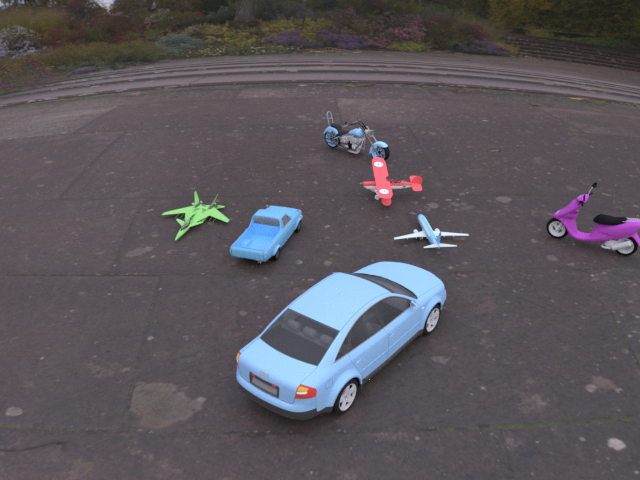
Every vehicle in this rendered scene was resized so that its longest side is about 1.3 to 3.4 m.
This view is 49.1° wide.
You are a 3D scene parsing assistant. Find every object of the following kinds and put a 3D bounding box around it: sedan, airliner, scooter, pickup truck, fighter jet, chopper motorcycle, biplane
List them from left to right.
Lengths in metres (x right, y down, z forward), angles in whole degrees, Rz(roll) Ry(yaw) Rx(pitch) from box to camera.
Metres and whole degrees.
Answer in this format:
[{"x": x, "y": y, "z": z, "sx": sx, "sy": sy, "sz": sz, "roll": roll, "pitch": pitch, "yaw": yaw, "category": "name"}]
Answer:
[{"x": -2.051, "y": -0.381, "z": 11.252, "sx": 1.147, "sy": 0.286, "sz": 1.358, "roll": 7, "pitch": 28, "yaw": 12, "category": "fighter jet"}, {"x": -0.784, "y": -0.148, "z": 10.567, "sx": 0.640, "sy": 0.511, "sz": 1.603, "roll": 9, "pitch": 29, "yaw": 16, "category": "pickup truck"}, {"x": 0.373, "y": 0.913, "z": 8.088, "sx": 1.235, "sy": 0.940, "sz": 3.137, "roll": 20, "pitch": 34, "yaw": 33, "category": "sedan"}, {"x": 0.714, "y": -2.055, "z": 13.927, "sx": 1.563, "sy": 0.761, "sz": 0.466, "roll": 21, "pitch": 34, "yaw": 34, "category": "chopper motorcycle"}, {"x": 1.225, "y": -0.955, "z": 12.109, "sx": 1.090, "sy": 0.504, "sz": 1.336, "roll": -1, "pitch": 28, "yaw": -2, "category": "biplane"}, {"x": 1.685, "y": -0.203, "z": 10.760, "sx": 1.161, "sy": 0.429, "sz": 1.307, "roll": -3, "pitch": 28, "yaw": -5, "category": "airliner"}, {"x": 4.113, "y": -0.305, "z": 10.429, "sx": 1.399, "sy": 0.919, "sz": 0.662, "roll": 17, "pitch": 32, "yaw": 29, "category": "scooter"}]
